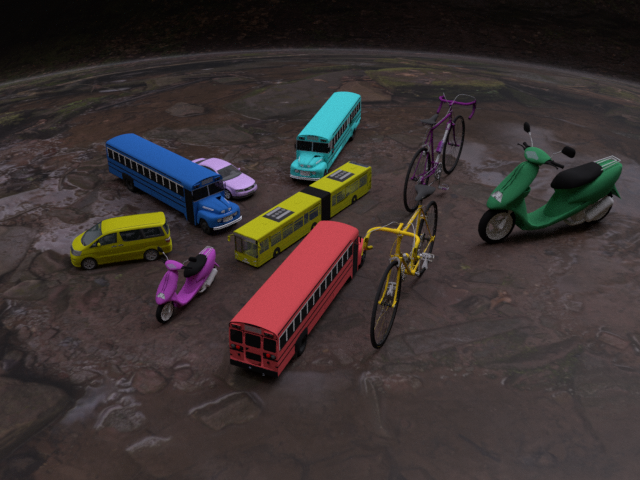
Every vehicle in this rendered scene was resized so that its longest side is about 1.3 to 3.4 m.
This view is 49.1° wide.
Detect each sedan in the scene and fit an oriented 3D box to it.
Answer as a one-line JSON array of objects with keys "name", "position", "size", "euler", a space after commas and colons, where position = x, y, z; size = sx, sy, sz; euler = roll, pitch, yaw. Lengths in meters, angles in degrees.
[{"name": "sedan", "position": [-1.881, -1.217, 13.207], "size": [1.613, 0.483, 0.635], "euler": [22, 37, 33]}]

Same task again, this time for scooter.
[{"name": "scooter", "position": [3.830, -0.913, 11.376], "size": [2.721, 1.786, 1.288], "euler": [-10, 32, -17]}, {"name": "scooter", "position": [-1.871, 0.486, 9.816], "size": [0.662, 0.919, 1.399], "euler": [15, 33, 24]}]

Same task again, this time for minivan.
[{"name": "minivan", "position": [-3.131, -0.009, 10.979], "size": [1.548, 0.616, 0.681], "euler": [-8, 31, -14]}]

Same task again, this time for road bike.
[{"name": "road bike", "position": [2.156, -1.663, 12.808], "size": [0.696, 1.656, 3.004], "euler": [16, 33, 25]}, {"name": "road bike", "position": [1.219, 0.191, 9.590], "size": [0.696, 1.656, 3.004], "euler": [12, 32, 20]}]

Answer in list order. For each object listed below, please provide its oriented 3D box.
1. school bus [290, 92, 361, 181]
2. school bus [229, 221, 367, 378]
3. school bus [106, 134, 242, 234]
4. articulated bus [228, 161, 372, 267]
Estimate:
[{"name": "school bus", "position": [0.160, -2.168, 14.497], "size": [0.709, 0.844, 3.322], "euler": [8, 31, 14]}, {"name": "school bus", "position": [-0.159, 0.606, 9.682], "size": [0.709, 0.844, 3.322], "euler": [12, 32, 20]}, {"name": "school bus", "position": [-2.672, -1.063, 12.580], "size": [3.322, 0.844, 0.709], "euler": [26, 39, 38]}, {"name": "articulated bus", "position": [-0.204, -0.522, 11.924], "size": [0.605, 0.561, 3.401], "euler": [19, 35, 30]}]
